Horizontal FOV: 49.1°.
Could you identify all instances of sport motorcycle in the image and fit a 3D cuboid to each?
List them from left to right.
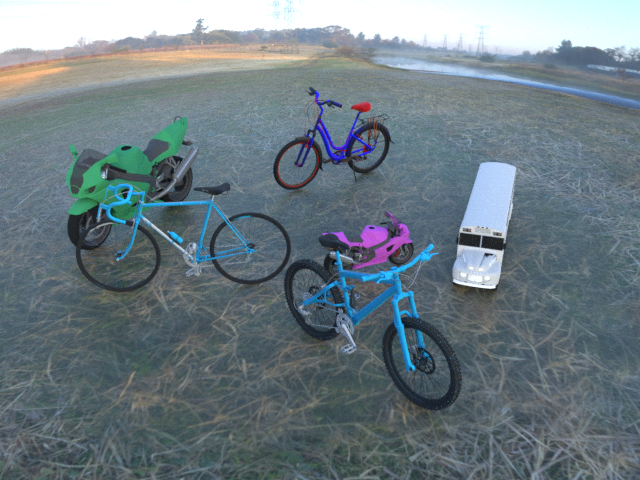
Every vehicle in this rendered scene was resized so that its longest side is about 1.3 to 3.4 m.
[{"bbox_3d":[-3.137,-1.005,11.770,0.983,1.596,2.955,14,30,26],"label":"sport motorcycle"},{"bbox_3d":[0.735,0.097,10.466,1.520,0.821,0.506,-11,29,-20],"label":"sport motorcycle"}]

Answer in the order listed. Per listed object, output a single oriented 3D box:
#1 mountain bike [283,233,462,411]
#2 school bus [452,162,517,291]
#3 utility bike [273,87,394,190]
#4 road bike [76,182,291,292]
[{"bbox_3d":[0.506,0.797,8.147,1.114,1.688,2.857,-22,35,-37],"label":"mountain bike"},{"bbox_3d":[2.676,-0.295,11.207,0.709,0.844,3.322,8,28,15],"label":"school bus"},{"bbox_3d":[0.375,-1.943,13.337,2.791,1.839,1.039,-16,31,-28],"label":"utility bike"},{"bbox_3d":[-1.911,-0.039,9.817,3.004,1.656,0.697,-3,27,-6],"label":"road bike"}]
